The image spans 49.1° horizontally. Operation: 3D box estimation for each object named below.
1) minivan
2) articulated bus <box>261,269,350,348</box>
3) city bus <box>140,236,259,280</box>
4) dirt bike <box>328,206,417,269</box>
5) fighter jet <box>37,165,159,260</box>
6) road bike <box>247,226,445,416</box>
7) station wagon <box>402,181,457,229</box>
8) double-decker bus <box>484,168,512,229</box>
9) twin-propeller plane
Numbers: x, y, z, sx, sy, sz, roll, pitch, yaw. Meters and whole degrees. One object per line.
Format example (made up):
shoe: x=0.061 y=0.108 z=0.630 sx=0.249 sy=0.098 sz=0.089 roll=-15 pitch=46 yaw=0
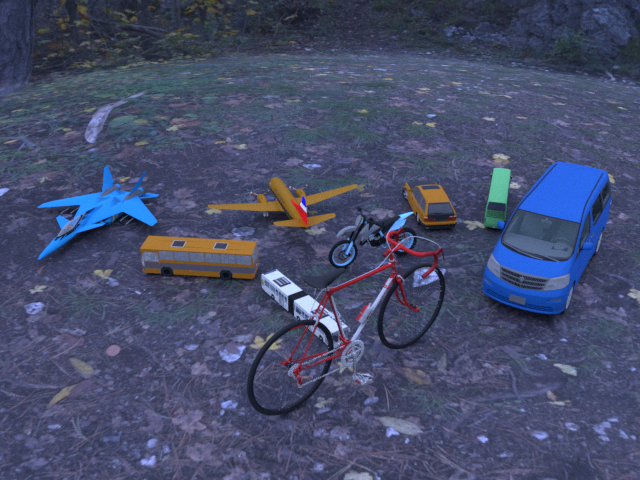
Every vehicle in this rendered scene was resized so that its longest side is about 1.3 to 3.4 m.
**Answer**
minivan: x=3.389 y=-0.102 z=10.218 sx=1.324 sy=1.197 sz=3.011 roll=16 pitch=33 yaw=27
articulated bus: x=-0.234 y=0.893 z=9.344 sx=0.311 sy=0.289 sz=1.749 roll=-18 pitch=34 yaw=-30
city bus: x=-1.759 y=0.270 z=10.305 sx=1.674 sy=0.460 sz=0.476 roll=3 pitch=29 yaw=5
dirt bike: x=0.816 y=-0.049 z=10.475 sx=1.493 sy=0.857 sz=0.527 roll=-12 pitch=31 yaw=-21
fighter jet: x=-3.829 y=-0.459 z=11.540 sx=2.229 sy=0.557 sz=2.640 roll=9 pitch=30 yaw=16
road bike: x=0.416 y=0.882 z=7.936 sx=3.004 sy=1.656 sz=0.696 roll=-21 pitch=35 yaw=-34
station wagon: x=1.886 y=-0.712 z=12.091 sx=0.682 sy=0.473 sz=1.597 roll=-3 pitch=29 yaw=-6
double-decker bus: x=3.084 y=-0.756 z=12.101 sx=0.389 sy=0.541 sz=1.672 roll=8 pitch=30 yaw=14
twin-propeller plane: x=-0.534 y=-0.722 z=11.778 sx=2.663 sy=0.792 sz=2.129 roll=-9 pitch=30 yaw=-16
